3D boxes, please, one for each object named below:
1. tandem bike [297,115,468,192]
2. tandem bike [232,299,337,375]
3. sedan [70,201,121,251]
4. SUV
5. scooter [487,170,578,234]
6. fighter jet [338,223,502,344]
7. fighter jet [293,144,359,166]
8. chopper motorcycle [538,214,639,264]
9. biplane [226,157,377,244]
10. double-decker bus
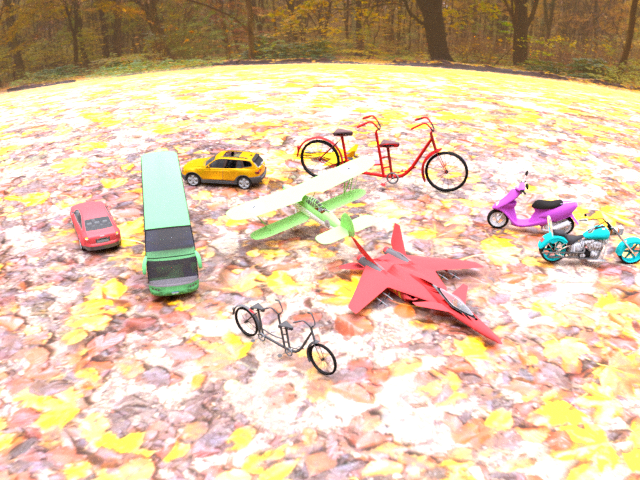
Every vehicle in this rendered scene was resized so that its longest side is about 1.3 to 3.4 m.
[{"bbox_3d":[1.094,-1.608,12.663,3.192,1.326,0.550,8,28,14],"label":"tandem bike"},{"bbox_3d":[-0.447,1.042,8.178,1.642,0.682,0.283,20,33,34],"label":"tandem bike"},{"bbox_3d":[-3.571,-0.312,11.050,0.635,0.483,1.613,-12,30,-23],"label":"sedan"},{"bbox_3d":[-1.779,-1.346,12.969,1.572,0.580,0.656,4,27,8],"label":"SUV"},{"bbox_3d":[3.376,-0.545,11.028,1.399,0.919,0.662,7,28,13],"label":"scooter"},{"bbox_3d":[1.451,0.579,9.223,2.229,0.557,2.640,-16,31,-29],"label":"fighter jet"},{"bbox_3d":[0.097,-1.771,14.125,1.358,0.286,1.147,5,28,10],"label":"fighter jet"},{"bbox_3d":[3.961,-0.005,10.144,1.563,0.761,0.466,0,27,0],"label":"chopper motorcycle"},{"bbox_3d":[-0.095,-0.452,10.777,2.598,0.981,2.120,-16,31,-28],"label":"biplane"},{"bbox_3d":[-2.283,-0.310,10.422,0.756,1.052,3.251,-6,28,-12],"label":"double-decker bus"}]
